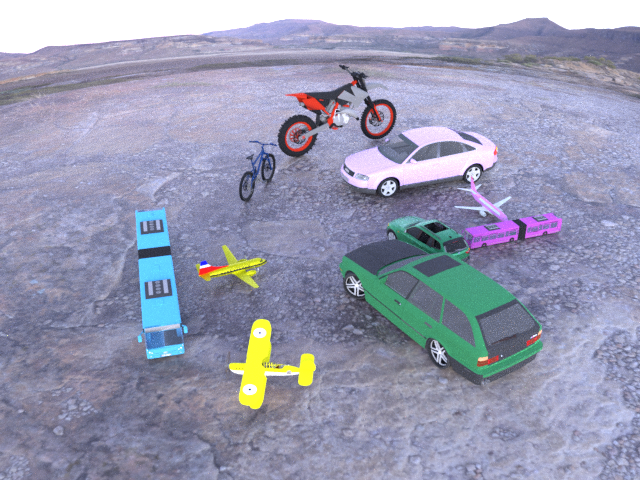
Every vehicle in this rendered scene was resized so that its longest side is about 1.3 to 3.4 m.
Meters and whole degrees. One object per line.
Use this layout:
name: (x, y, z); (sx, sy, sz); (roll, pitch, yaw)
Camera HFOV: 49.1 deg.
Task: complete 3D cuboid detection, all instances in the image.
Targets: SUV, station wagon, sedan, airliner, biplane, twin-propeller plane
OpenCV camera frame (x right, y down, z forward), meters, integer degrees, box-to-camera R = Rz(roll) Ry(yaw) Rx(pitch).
SUV: (1.697, -0.036, 11.079); (0.656, 0.580, 1.572); (-16, 33, -26)
station wagon: (1.499, 0.693, 9.437); (1.327, 0.920, 3.105); (-18, 34, -28)
sedan: (1.922, -1.607, 13.504); (3.137, 0.940, 1.235); (-11, 31, -18)
airliner: (2.984, -0.703, 12.419); (1.161, 0.429, 1.307); (-10, 31, -18)
biplane: (-0.599, 1.548, 8.344); (1.090, 0.504, 1.336); (2, 29, 3)
twin-propeller plane: (-1.298, 0.381, 10.515); (1.095, 0.407, 1.370); (-14, 32, -24)

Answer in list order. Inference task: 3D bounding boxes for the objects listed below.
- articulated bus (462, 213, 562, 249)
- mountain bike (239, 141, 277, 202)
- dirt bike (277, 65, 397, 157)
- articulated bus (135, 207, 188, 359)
articulated bus: (3.194, -0.160, 11.597); (1.749, 0.289, 0.311); (-10, 31, -17)
mountain bike: (-1.158, -1.319, 13.065); (0.573, 0.868, 1.469); (11, 31, 19)
dirt bike: (0.406, -2.730, 14.758); (2.903, 1.666, 1.024); (-15, 33, -25)
articulated bus: (-2.368, 0.491, 10.163); (0.605, 0.561, 3.401); (-7, 30, -13)
